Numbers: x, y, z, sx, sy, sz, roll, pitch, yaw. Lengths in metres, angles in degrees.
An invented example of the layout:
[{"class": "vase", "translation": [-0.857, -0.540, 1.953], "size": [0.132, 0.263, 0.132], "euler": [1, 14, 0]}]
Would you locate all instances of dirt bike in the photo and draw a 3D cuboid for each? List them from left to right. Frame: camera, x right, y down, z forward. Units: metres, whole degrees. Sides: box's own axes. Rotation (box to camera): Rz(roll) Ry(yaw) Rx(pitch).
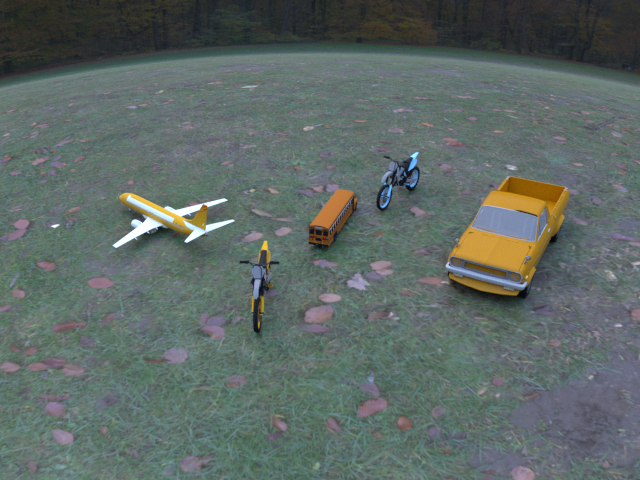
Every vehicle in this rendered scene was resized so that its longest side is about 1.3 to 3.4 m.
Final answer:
[{"class": "dirt bike", "translation": [-0.791, 0.569, 9.548], "size": [0.527, 0.857, 1.493], "euler": [1, 29, 2]}, {"class": "dirt bike", "translation": [1.432, -1.114, 12.561], "size": [0.527, 0.857, 1.493], "euler": [19, 34, 30]}]

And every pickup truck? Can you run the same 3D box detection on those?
[{"class": "pickup truck", "translation": [2.995, -0.233, 10.844], "size": [1.244, 0.993, 3.117], "euler": [15, 32, 25]}]

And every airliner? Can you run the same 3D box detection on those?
[{"class": "airliner", "translation": [-2.619, -0.559, 11.590], "size": [2.541, 0.835, 2.257], "euler": [24, 37, 36]}]

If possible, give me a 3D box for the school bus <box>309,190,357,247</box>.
[{"class": "school bus", "translation": [0.252, -0.418, 11.749], "size": [0.365, 0.434, 1.708], "euler": [10, 31, 17]}]
